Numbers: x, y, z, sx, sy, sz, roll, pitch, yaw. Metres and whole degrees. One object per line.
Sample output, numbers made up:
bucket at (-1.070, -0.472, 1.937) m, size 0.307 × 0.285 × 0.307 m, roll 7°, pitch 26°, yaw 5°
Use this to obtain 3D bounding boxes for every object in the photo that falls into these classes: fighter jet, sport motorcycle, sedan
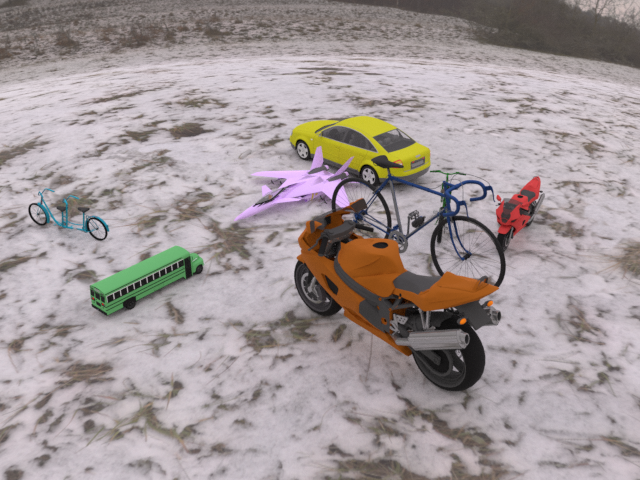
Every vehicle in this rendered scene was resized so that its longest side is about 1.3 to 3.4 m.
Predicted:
fighter jet at (-0.520, -0.932, 12.107) m, size 2.229 × 0.557 × 2.640 m, roll 22°, pitch 35°, yaw 35°
sport motorcycle at (0.727, 0.600, 8.160) m, size 0.983 × 1.596 × 2.955 m, roll -25°, pitch 37°, yaw -38°
sedan at (0.695, -1.876, 13.459) m, size 1.235 × 0.940 × 3.137 m, roll -24°, pitch 37°, yaw -38°
sport motorcycle at (3.076, -0.408, 10.854) m, size 0.506 × 0.821 × 1.520 m, roll 18°, pitch 33°, yaw 30°

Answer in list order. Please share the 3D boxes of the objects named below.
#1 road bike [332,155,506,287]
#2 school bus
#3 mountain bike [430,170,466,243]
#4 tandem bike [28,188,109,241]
road bike at (1.278, -0.294, 9.759) m, size 3.004 × 1.656 × 0.697 m, roll 24°, pitch 36°, yaw 37°
school bus at (-2.307, 0.500, 9.574) m, size 0.365 × 0.434 × 1.708 m, roll 22°, pitch 35°, yaw 35°
mountain bike at (1.976, -0.579, 11.122) m, size 0.573 × 0.868 × 1.469 m, roll 7°, pitch 29°, yaw 12°
tandem bike at (-3.989, -0.411, 11.007) m, size 1.642 × 0.682 × 0.283 m, roll 12°, pitch 31°, yaw 22°
